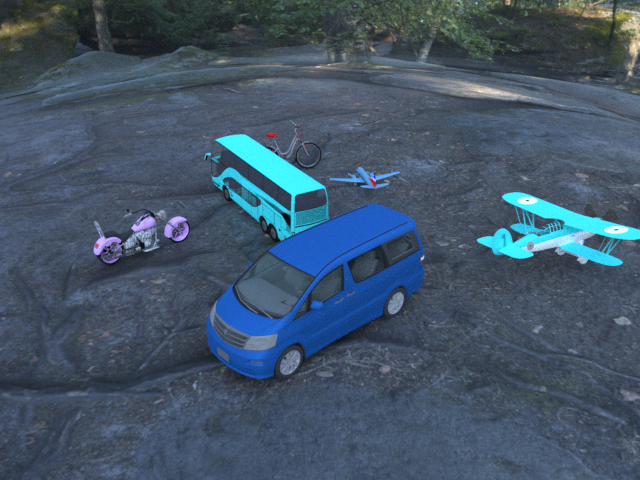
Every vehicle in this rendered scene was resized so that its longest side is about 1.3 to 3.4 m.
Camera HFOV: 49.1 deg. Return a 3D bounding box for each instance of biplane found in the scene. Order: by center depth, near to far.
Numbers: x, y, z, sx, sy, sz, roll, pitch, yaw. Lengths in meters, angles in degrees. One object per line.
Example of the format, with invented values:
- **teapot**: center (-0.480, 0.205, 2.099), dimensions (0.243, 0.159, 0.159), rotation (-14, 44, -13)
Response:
- **biplane**: center (3.322, -0.069, 10.188), dimensions (2.120, 0.981, 2.598), rotation (-13, 30, -23)

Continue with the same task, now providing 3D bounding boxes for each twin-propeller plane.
- **twin-propeller plane**: center (0.860, -1.183, 12.933), dimensions (1.370, 0.407, 1.095), rotation (-7, 28, -13)

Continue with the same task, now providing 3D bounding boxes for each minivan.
- **minivan**: center (-0.009, 0.557, 8.758), dimensions (3.011, 1.197, 1.324), rotation (-24, 36, -37)

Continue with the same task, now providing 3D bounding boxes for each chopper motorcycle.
- **chopper motorcycle**: center (-2.675, -0.141, 10.562), dimensions (1.563, 0.761, 0.466), rotation (-23, 35, -36)

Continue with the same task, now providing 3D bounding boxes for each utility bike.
- **utility bike**: center (-0.676, -1.805, 13.541), dimensions (1.435, 0.946, 0.535), rotation (-7, 28, -14)

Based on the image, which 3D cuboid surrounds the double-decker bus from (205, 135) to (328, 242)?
- **double-decker bus**: center (-0.949, -0.903, 11.704), dimensions (0.756, 1.052, 3.251), rotation (-15, 31, -27)
